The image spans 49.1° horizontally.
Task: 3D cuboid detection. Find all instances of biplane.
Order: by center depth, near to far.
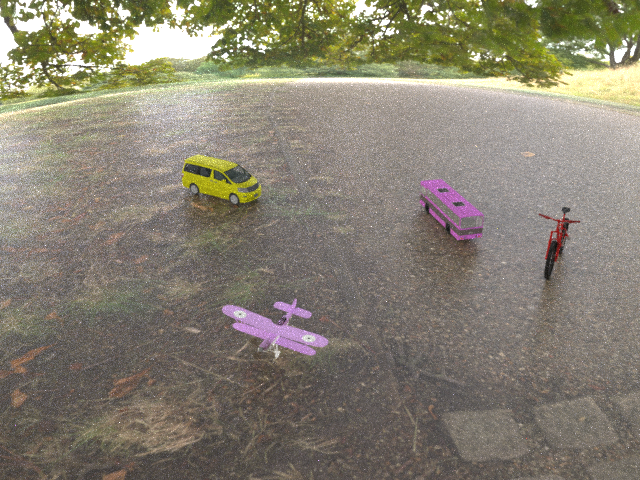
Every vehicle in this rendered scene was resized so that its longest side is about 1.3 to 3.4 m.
[{"bbox_3d":[-0.479,1.070,8.439,1.336,0.504,1.090,9,27,19],"label":"biplane"}]

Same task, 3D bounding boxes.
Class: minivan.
[{"bbox_3d":[-1.811,-1.124,12.886,1.548,0.616,0.681,15,29,28],"label":"minivan"}]

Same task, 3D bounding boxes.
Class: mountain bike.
[{"bbox_3d":[3.511,-0.028,10.308,0.573,0.868,1.469,13,28,25],"label":"mountain bike"}]

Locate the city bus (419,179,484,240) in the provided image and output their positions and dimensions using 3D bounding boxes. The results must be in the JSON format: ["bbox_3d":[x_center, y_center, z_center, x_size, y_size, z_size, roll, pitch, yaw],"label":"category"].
[{"bbox_3d":[2.181,-0.513,11.792,0.476,0.460,1.674,-6,26,-13],"label":"city bus"}]
